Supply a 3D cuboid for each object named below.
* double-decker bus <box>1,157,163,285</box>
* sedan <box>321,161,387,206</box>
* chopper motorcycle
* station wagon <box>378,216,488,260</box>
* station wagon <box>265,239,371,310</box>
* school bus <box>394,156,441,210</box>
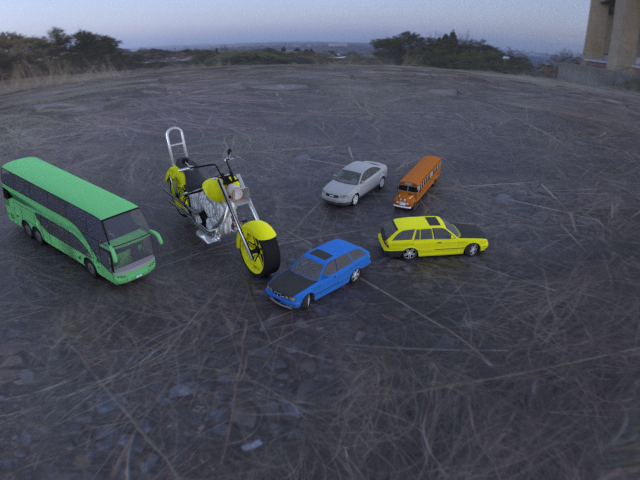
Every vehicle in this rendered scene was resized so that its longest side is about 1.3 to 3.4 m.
[{"bbox_3d":[-3.575,-0.320,10.218,3.251,1.052,0.756,22,34,37],"label":"double-decker bus"},{"bbox_3d":[0.620,-1.058,12.311,0.635,0.483,1.613,16,31,29],"label":"sedan"},{"bbox_3d":[-1.515,-0.613,10.324,0.906,1.480,3.040,-18,32,-31],"label":"chopper motorcycle"},{"bbox_3d":[1.687,-0.073,10.371,1.597,0.473,0.682,-3,27,-6],"label":"station wagon"},{"bbox_3d":[-0.011,0.409,9.416,0.682,0.473,1.597,23,35,38],"label":"station wagon"},{"bbox_3d":[1.719,-1.012,12.275,0.365,0.434,1.708,12,29,22],"label":"school bus"}]
